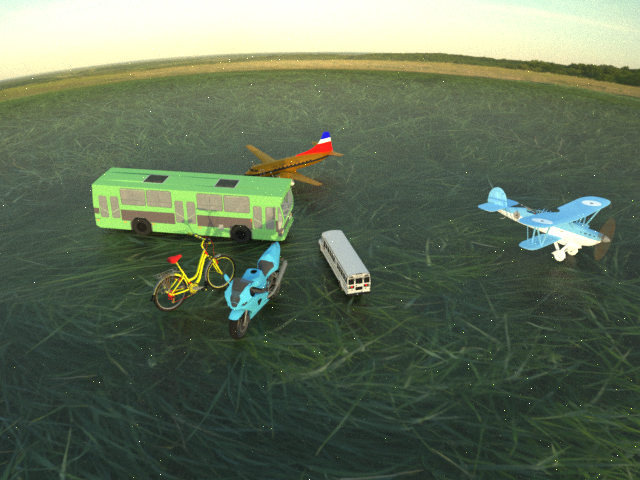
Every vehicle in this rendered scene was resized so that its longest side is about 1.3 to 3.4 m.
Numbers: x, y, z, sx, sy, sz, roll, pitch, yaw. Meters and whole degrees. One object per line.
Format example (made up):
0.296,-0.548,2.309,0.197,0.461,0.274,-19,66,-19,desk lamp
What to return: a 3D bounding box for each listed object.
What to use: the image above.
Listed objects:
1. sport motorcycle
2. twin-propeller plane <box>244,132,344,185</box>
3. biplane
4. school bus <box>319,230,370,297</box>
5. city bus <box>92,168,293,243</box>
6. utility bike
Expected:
-0.867,0.674,9.451,0.506,0.821,1.520,9,29,18,sport motorcycle
-0.606,-1.611,13.932,2.129,0.792,2.663,-18,32,-31,twin-propeller plane
3.614,-0.306,11.185,2.120,0.981,2.598,24,36,38,biplane
0.336,0.291,10.620,0.365,0.434,1.708,-7,28,-13,school bus
-2.117,-0.579,11.809,3.255,0.894,0.926,4,28,8,city bus
-1.809,0.411,9.827,1.435,0.946,0.535,-23,35,-37,utility bike
